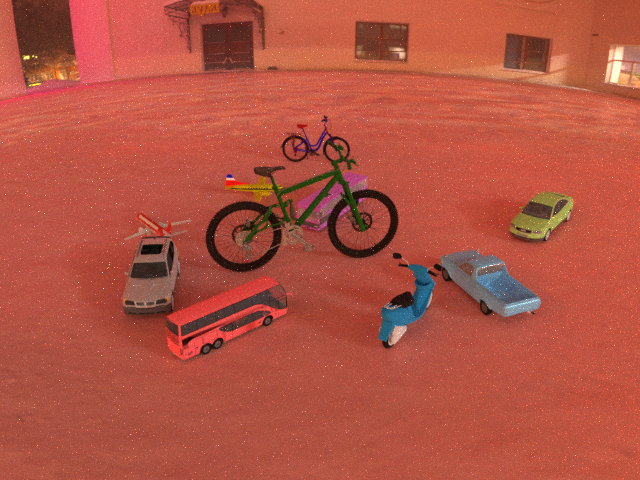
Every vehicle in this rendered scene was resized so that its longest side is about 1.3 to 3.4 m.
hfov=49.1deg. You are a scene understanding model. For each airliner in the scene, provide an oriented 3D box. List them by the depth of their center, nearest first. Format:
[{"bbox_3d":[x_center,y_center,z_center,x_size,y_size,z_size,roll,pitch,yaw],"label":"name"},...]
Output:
[{"bbox_3d":[-2.657,-0.302,11.211,1.161,0.429,1.307,-19,32,-34],"label":"airliner"}]

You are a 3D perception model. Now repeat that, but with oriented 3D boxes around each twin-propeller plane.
[{"bbox_3d":[-1.168,-0.995,12.633,1.095,0.407,1.370,0,26,1],"label":"twin-propeller plane"}]

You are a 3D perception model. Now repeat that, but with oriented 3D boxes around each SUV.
[{"bbox_3d":[-2.281,0.455,9.515,0.656,0.580,1.572,-2,26,-5],"label":"SUV"}]

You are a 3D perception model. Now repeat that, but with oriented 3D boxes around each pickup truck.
[{"bbox_3d":[2.257,0.527,9.447,0.640,0.511,1.603,-10,28,-20],"label":"pickup truck"}]

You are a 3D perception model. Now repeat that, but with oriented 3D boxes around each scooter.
[{"bbox_3d":[1.103,0.701,8.638,0.662,0.919,1.399,16,30,29],"label":"scooter"}]

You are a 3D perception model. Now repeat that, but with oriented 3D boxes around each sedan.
[{"bbox_3d":[3.636,-0.446,11.440,0.635,0.483,1.613,19,32,33],"label":"sedan"}]

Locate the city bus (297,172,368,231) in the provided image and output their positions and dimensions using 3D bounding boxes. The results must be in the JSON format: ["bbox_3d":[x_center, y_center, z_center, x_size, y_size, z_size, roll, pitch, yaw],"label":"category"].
[{"bbox_3d":[0.236,-0.657,11.893,0.476,0.460,1.674,15,30,28],"label":"city bus"}]

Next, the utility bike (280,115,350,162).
[{"bbox_3d":[-0.103,-2.039,14.132,1.435,0.946,0.535,2,26,5],"label":"utility bike"}]

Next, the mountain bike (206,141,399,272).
[{"bbox_3d":[-0.218,-0.404,10.000,2.857,1.688,1.114,-6,27,-13],"label":"mountain bike"}]

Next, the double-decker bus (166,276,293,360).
[{"bbox_3d":[-1.094,0.920,8.620,1.672,0.541,0.389,-22,34,-37],"label":"double-decker bus"}]
